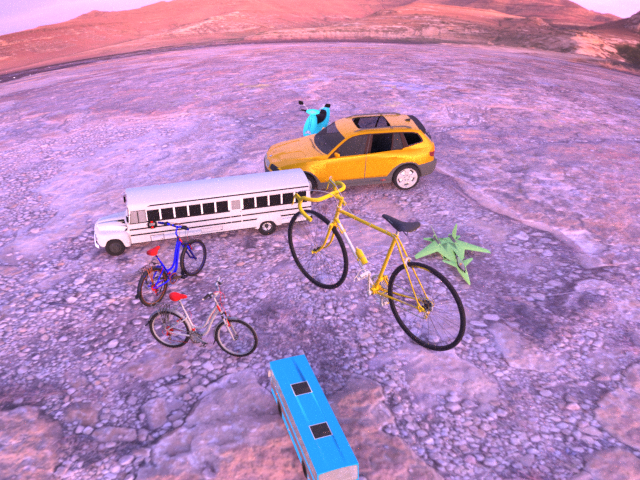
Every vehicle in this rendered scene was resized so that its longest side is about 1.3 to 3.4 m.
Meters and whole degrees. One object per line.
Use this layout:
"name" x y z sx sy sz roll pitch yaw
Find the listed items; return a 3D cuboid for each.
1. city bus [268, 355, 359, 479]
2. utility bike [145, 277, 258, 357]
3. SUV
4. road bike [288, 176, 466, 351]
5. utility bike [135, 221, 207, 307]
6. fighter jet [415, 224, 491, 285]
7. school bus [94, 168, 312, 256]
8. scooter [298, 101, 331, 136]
"city bus" -0.096 1.894 7.181 0.476 0.460 1.674 -10 32 -16
"utility bike" -1.425 0.917 8.367 1.435 0.946 0.535 6 31 10
"SUV" 0.535 -1.561 12.412 3.058 1.128 1.276 -6 31 -10
"road bike" 0.607 0.253 8.796 0.697 1.656 3.004 -26 39 -37
"utility bike" -2.059 0.259 9.489 0.535 0.946 1.435 17 34 26
"fighter jet" 1.980 0.206 10.230 1.147 0.286 1.358 -4 31 -7
"school bus" -1.806 -0.468 10.829 3.322 0.844 0.709 -8 31 -14
"scooter" -0.063 -2.363 13.986 0.662 0.919 1.399 9 32 15
